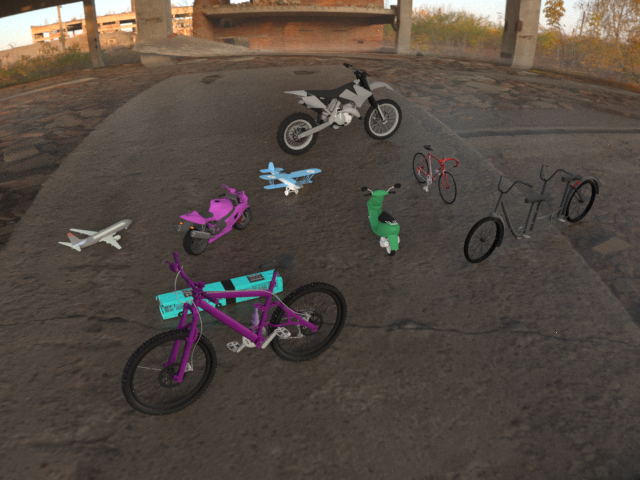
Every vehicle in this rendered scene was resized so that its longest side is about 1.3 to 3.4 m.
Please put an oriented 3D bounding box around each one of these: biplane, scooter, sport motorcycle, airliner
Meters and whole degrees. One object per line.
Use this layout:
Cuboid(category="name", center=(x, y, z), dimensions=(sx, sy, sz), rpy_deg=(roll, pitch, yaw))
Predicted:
Cuboid(category="biplane", center=(-0.625, -1.147, 12.946), dimensions=(1.336, 0.504, 1.090), rpy_deg=(-21, 36, -33))
Cuboid(category="scooter", center=(1.003, -0.394, 11.187), dimensions=(0.662, 0.919, 1.399), rpy_deg=(-6, 30, -11))
Cuboid(category="sport motorcycle", center=(-1.640, -0.334, 11.181), dimensions=(0.506, 0.821, 1.520), rpy_deg=(20, 35, 31))
Cuboid(category="airliner", center=(-3.526, -0.166, 11.280), dimensions=(1.161, 0.429, 1.307), rpy_deg=(18, 34, 28))

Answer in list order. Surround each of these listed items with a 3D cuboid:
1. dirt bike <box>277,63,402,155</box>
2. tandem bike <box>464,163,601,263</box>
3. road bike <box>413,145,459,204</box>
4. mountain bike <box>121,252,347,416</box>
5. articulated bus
Cuboid(category="dirt bike", center=(0.446, -2.715, 14.548), dimensions=(2.903, 1.666, 1.024), rpy_deg=(-13, 32, -21))
Cuboid(category="tandem bike", center=(3.458, -0.570, 11.085), dimensions=(3.192, 1.326, 0.550), rpy_deg=(-19, 35, -30))
Cuboid(category="road bike", center=(2.086, -1.256, 12.786), dimensions=(0.358, 0.852, 1.545), rpy_deg=(-12, 31, -20))
Cuboid(category="mountain bike", center=(-0.897, 0.972, 7.979), dimensions=(2.857, 1.688, 1.114), rpy_deg=(-17, 34, -27))
Cuboid(category="articulated bus", center=(-1.381, 0.751, 9.796), dimensions=(1.749, 0.289, 0.311), rpy_deg=(-12, 32, -20))
